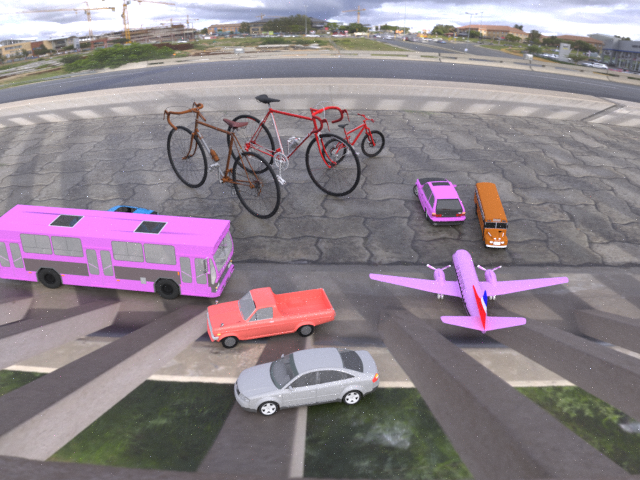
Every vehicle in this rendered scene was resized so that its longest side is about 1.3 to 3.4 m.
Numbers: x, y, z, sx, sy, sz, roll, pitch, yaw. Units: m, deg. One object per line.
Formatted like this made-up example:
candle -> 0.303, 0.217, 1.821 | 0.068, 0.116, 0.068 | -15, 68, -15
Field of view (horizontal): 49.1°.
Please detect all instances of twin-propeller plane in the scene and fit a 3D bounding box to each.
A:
twin-propeller plane -> 1.992, 0.546, 9.233 | 2.663, 0.792, 2.129 | 1, 28, 2

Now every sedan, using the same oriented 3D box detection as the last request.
sedan -> -0.145, 1.510, 7.761 | 1.613, 0.483, 0.635 | -5, 29, -10

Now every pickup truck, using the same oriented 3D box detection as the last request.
pickup truck -> -0.630, 0.908, 8.855 | 1.603, 0.511, 0.640 | -7, 29, -13

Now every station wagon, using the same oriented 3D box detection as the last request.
station wagon -> 2.047, -0.765, 12.015 | 0.682, 0.473, 1.597 | -2, 28, -3

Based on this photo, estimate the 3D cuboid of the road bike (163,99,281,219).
road bike -> -1.731, -1.414, 11.974 | 3.004, 1.656, 0.697 | 24, 36, 37

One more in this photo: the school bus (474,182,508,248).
school bus -> 2.778, -0.410, 11.394 | 0.365, 0.434, 1.708 | 2, 28, 4

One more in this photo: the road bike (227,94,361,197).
road bike -> -0.547, -1.773, 12.644 | 3.004, 1.656, 0.697 | 18, 33, 30

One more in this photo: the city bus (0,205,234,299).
city bus -> -2.891, 0.174, 9.817 | 3.255, 0.894, 0.926 | 4, 29, 8

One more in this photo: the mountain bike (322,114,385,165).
mountain bike -> 0.675, -1.970, 13.846 | 1.469, 0.868, 0.573 | -15, 32, -26

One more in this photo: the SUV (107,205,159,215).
SUV -> -3.169, -0.227, 10.899 | 1.572, 0.580, 0.656 | 8, 29, 15
